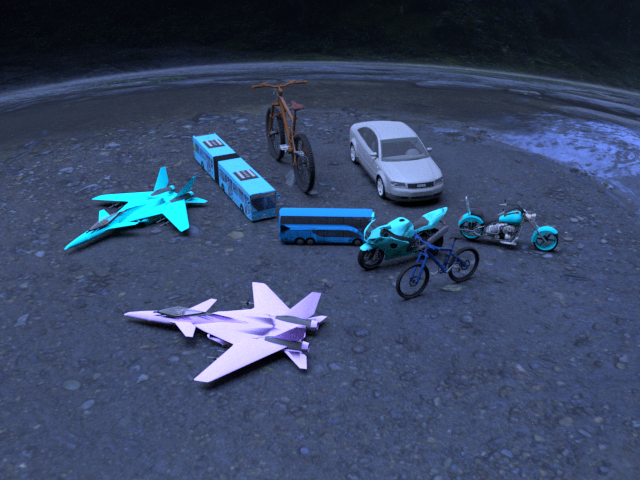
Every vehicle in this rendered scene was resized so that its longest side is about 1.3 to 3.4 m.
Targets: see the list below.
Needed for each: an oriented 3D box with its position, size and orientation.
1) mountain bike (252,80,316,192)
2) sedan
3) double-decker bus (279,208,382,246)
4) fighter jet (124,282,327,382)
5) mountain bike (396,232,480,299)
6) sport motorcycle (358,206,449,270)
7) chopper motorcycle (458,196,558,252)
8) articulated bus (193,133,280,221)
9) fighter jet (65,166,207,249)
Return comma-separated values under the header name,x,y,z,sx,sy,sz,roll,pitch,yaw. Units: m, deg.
name,x,y,z,sx,sy,sz,roll,pitch,yaw
mountain bike,-0.613,-2.079,13.560,1.114,1.688,2.857,-10,29,-18
sedan,1.437,-1.683,13.611,1.235,0.940,3.137,-6,28,-12
double-decker bus,0.172,-0.219,11.258,1.672,0.541,0.389,1,28,2
fighter jet,-1.318,0.973,8.978,2.640,0.557,2.229,6,28,11
mountain bike,1.685,0.323,9.879,1.469,0.868,0.573,-15,31,-26
sport motorcycle,1.255,-0.032,10.603,1.520,0.821,0.506,-12,30,-22
chopper motorcycle,2.991,-0.257,11.094,1.563,0.761,0.466,8,29,15
articulated bus,-1.678,-1.266,13.224,0.605,0.561,3.401,-13,30,-23
fighter jet,-3.231,-0.511,11.796,2.229,0.557,2.640,18,33,30
